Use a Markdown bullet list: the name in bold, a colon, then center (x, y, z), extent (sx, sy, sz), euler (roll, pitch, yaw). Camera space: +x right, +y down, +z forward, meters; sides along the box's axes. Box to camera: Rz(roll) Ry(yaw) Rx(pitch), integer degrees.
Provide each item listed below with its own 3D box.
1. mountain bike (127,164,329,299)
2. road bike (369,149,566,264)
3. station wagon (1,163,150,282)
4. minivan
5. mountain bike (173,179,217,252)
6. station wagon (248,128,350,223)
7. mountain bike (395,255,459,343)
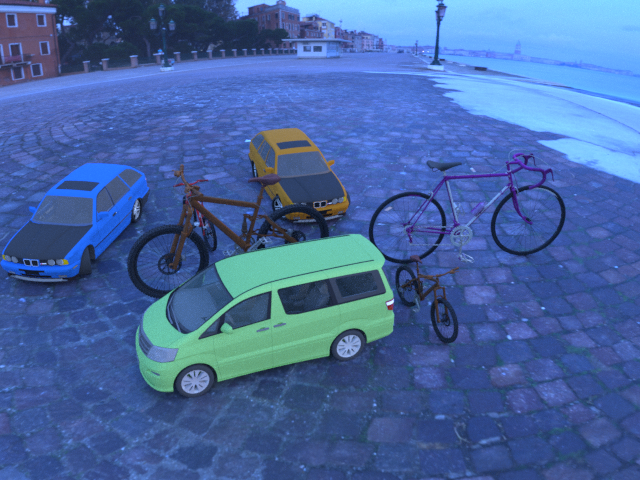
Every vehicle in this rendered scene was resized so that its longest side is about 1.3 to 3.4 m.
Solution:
- **mountain bike**: center (-1.201, -0.123, 9.520), extent (2.857, 1.688, 1.114), euler (-10, 29, -20)
- **road bike**: center (2.192, -0.449, 10.204), extent (3.004, 1.656, 0.697), euler (-4, 27, -7)
- **station wagon**: center (-3.750, -0.409, 10.945), extent (1.327, 0.920, 3.105), euler (4, 27, 8)
- **minivan**: center (-0.649, 0.805, 8.221), extent (3.011, 1.197, 1.324), euler (-10, 28, -19)
- **mountain bike**: center (-1.913, -0.417, 11.019), extent (0.573, 0.868, 1.469), euler (-14, 30, -25)
- **station wagon**: center (-0.450, -1.279, 12.677), extent (1.327, 0.920, 3.105), euler (-8, 28, -16)
- **mountain bike**: center (1.335, 0.663, 8.870), extent (0.573, 0.868, 1.469), euler (-11, 29, -21)
